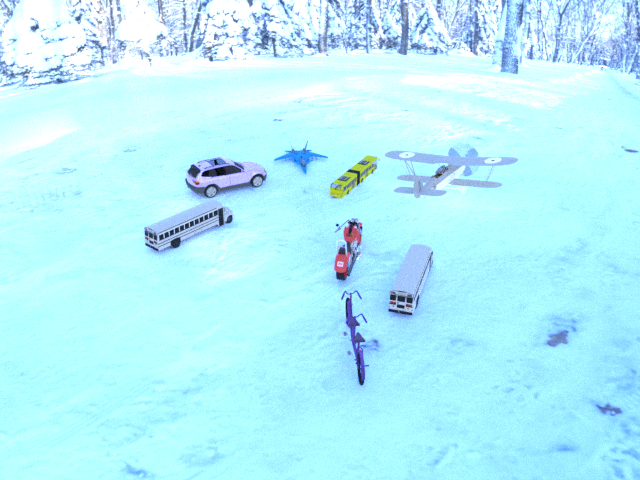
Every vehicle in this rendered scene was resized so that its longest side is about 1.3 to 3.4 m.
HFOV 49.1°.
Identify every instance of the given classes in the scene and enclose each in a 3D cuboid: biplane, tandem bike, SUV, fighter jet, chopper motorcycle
[{"bbox_3d":[2.183,-1.159,12.828,2.598,0.981,2.120,18,33,30],"label":"biplane"},{"bbox_3d":[0.433,1.135,8.786,0.283,0.682,1.642,-2,28,-4],"label":"tandem bike"},{"bbox_3d":[-1.802,-1.280,13.489,1.572,0.580,0.656,-16,31,-27],"label":"SUV"},{"bbox_3d":[-0.382,-1.727,14.655,1.147,0.286,1.358,-4,28,-7],"label":"fighter jet"},{"bbox_3d":[0.467,0.016,10.830,0.466,0.761,1.563,6,28,12],"label":"chopper motorcycle"}]

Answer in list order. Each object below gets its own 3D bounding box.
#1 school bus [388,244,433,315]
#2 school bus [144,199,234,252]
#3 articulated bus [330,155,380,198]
[{"bbox_3d":[1.361,0.513,10.236,0.365,0.434,1.708,9,29,16],"label":"school bus"},{"bbox_3d":[-2.152,-0.285,11.752,0.365,0.434,1.708,21,34,35],"label":"school bus"},{"bbox_3d":[0.690,-1.260,13.764,0.311,0.289,1.749,13,31,24],"label":"articulated bus"}]
